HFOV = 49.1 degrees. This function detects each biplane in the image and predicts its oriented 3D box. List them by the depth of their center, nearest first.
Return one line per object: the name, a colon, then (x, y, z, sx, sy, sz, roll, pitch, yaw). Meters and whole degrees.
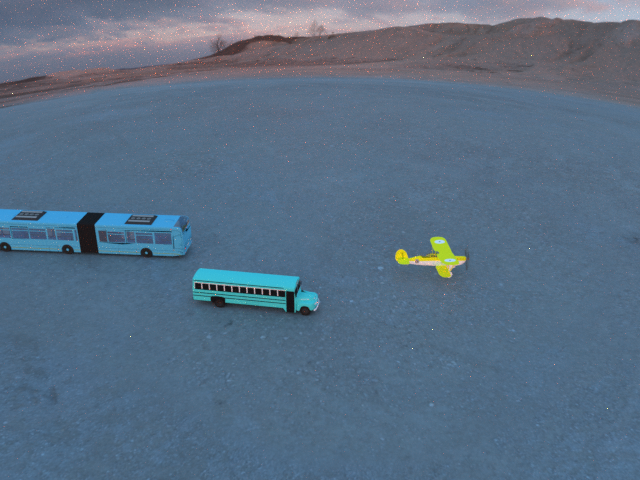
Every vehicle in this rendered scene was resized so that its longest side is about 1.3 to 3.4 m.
biplane: (1.647, 0.280, 10.268, 1.090, 0.504, 1.336, 0, 26, 0)

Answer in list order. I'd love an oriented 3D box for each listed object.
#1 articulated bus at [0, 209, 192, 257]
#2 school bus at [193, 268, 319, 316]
articulated bus: (-3.757, -0.122, 11.039, 3.401, 0.561, 0.605, 2, 26, 5)
school bus: (-0.863, 0.691, 9.493, 1.708, 0.434, 0.365, 4, 26, 9)
